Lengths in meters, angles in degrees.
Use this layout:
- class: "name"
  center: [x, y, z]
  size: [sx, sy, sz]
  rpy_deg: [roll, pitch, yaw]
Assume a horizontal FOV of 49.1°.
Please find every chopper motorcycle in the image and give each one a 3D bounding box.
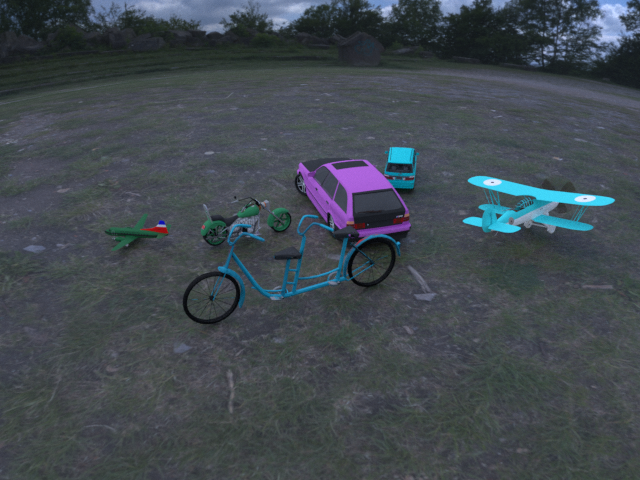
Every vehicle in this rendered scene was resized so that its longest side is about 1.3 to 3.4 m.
- class: "chopper motorcycle"
  center: [-1.181, -0.363, 11.310]
  size: [1.563, 0.761, 0.466]
  rpy_deg: [-14, 30, -26]

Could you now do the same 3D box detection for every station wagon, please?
- class: "station wagon"
  center: [0.491, -0.916, 12.225]
  size: [1.327, 0.920, 3.105]
  rpy_deg: [-8, 28, -15]

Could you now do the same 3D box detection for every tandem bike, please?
- class: "tandem bike"
  center: [-0.297, 0.291, 9.394]
  size: [3.192, 1.326, 0.550]
  rpy_deg: [-12, 29, -22]

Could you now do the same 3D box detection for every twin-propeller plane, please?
- class: "twin-propeller plane"
  center: [-2.972, -0.160, 11.302]
  size: [1.095, 0.407, 1.370]
  rpy_deg: [4, 27, 8]

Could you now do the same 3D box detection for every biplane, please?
- class: "biplane"
  center: [3.249, -0.473, 11.285]
  size: [2.120, 0.981, 2.598]
  rpy_deg: [-21, 34, -35]

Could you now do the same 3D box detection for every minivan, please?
- class: "minivan"
  center: [1.582, -1.483, 13.681]
  size: [0.681, 0.616, 1.548]
  rpy_deg: [4, 27, 8]
